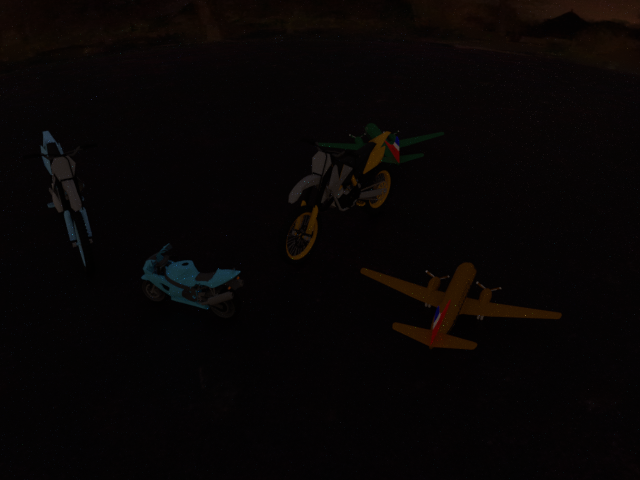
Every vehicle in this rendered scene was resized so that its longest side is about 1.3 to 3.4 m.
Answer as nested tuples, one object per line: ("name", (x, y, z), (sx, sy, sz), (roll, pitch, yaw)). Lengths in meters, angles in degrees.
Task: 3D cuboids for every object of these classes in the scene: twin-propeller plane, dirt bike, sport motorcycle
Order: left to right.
("dirt bike", (-3.833, -0.727, 10.589), (1.024, 1.666, 2.903), (-15, 33, -23))
("sport motorcycle", (-1.714, 0.580, 9.201), (1.520, 0.821, 0.506), (10, 32, 17))
("dirt bike", (0.341, -0.772, 10.666), (1.024, 1.666, 2.903), (22, 37, 32))
("twin-propeller plane", (1.208, -1.946, 13.523), (2.663, 0.792, 2.129), (-6, 31, -10))
("twin-propeller plane", (1.710, 0.717, 8.996), (2.663, 0.792, 2.129), (12, 33, 20))
